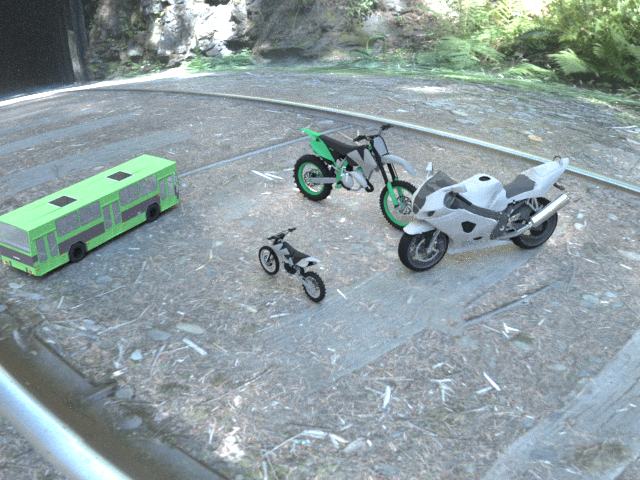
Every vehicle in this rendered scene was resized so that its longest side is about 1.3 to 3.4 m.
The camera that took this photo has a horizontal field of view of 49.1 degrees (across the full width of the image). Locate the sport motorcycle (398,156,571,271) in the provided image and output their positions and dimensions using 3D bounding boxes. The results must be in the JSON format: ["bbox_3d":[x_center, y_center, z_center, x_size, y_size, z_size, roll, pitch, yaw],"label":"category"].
[{"bbox_3d":[2.570,-0.424,10.956,2.955,1.596,0.983,-11,30,-19],"label":"sport motorcycle"}]

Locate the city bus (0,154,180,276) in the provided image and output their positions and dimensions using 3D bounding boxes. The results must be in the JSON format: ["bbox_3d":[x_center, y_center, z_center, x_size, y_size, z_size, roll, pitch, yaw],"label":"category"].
[{"bbox_3d":[-3.756,-0.468,11.793,0.926,0.894,3.255,16,32,27],"label":"city bus"}]

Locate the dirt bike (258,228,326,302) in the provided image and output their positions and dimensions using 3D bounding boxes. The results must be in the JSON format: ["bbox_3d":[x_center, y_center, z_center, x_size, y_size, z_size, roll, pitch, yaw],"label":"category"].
[{"bbox_3d":[-0.444,0.325,10.328,0.527,0.857,1.493,-23,36,-37],"label":"dirt bike"}]

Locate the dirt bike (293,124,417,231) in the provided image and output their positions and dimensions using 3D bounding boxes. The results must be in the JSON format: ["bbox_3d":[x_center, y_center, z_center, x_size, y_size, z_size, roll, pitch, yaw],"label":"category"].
[{"bbox_3d":[0.647,-1.205,12.365,2.903,1.666,1.024,21,34,34],"label":"dirt bike"}]
